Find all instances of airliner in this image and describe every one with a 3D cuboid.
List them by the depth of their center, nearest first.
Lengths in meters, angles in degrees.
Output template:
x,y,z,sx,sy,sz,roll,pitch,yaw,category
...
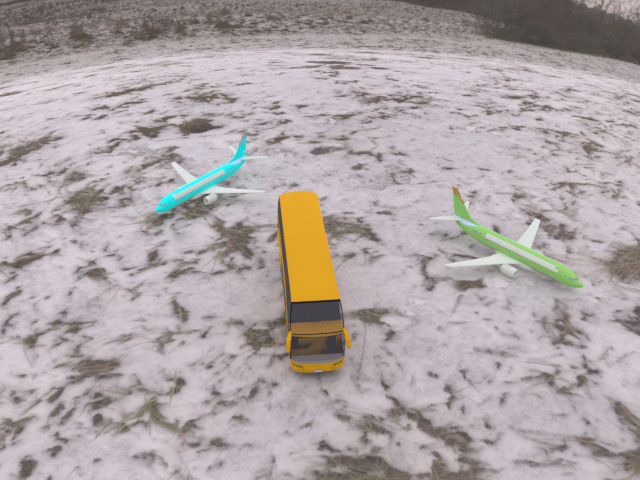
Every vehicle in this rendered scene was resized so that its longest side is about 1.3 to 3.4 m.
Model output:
x,y,z,sx,sy,sz,roll,pitch,yaw,category
2.914,-0.031,10.645,2.257,0.835,2.541,-23,37,-34,airliner
-2.080,-1.220,12.709,2.257,0.835,2.541,19,35,29,airliner

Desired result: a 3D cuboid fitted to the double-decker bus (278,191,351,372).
x,y,z,sx,sy,sz,roll,pitch,yaw,category
-0.177,0.483,9.534,0.756,1.052,3.251,-3,30,-5,double-decker bus
